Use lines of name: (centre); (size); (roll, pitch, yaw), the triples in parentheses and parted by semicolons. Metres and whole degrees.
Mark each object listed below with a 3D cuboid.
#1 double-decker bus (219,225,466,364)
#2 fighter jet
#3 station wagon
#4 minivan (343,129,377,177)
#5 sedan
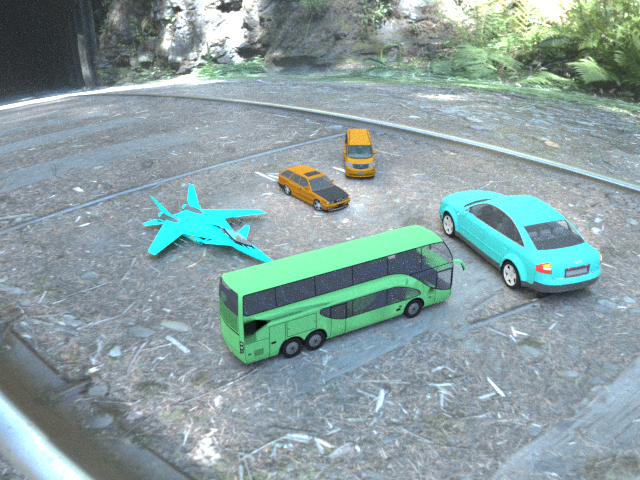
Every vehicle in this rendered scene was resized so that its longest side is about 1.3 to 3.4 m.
double-decker bus: (0.330, 0.607, 8.808); (3.251, 1.052, 0.756); (-14, 29, -27)
fighter jet: (-1.614, -0.208, 11.063); (2.640, 0.557, 2.229); (23, 34, 39)
station wagon: (-0.121, -0.982, 12.762); (0.682, 0.473, 1.597); (-18, 31, -33)
minivan: (0.793, -1.768, 14.225); (0.681, 0.616, 1.548); (0, 26, 0)
sedan: (2.907, -0.193, 10.593); (1.235, 0.940, 3.137); (-9, 27, -18)
